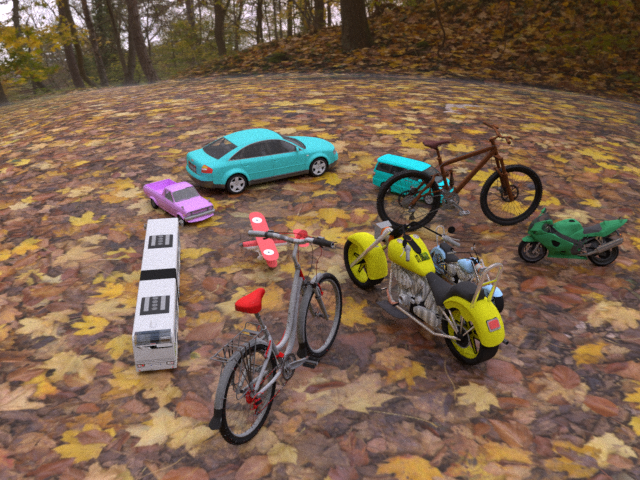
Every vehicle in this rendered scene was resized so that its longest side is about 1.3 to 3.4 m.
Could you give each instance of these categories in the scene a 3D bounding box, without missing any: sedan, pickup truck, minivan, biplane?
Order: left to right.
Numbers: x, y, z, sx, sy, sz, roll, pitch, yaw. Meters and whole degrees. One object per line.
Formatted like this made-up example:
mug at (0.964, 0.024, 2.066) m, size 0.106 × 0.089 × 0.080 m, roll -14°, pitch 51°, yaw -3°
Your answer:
pickup truck at (-2.526, -0.752, 12.435) m, size 0.640 × 0.511 × 1.603 m, roll -20°, pitch 32°, yaw -35°
sedan at (-1.095, -1.699, 13.888) m, size 3.137 × 0.940 × 1.235 m, roll -14°, pitch 29°, yaw -27°
biplane at (-0.713, 0.039, 10.820) m, size 1.090 × 0.504 × 1.336 m, roll -7°, pitch 27°, yaw -14°
minivan at (1.755, -1.149, 13.131) m, size 1.548 × 0.616 × 0.681 m, roll 18°, pitch 31°, yaw 33°

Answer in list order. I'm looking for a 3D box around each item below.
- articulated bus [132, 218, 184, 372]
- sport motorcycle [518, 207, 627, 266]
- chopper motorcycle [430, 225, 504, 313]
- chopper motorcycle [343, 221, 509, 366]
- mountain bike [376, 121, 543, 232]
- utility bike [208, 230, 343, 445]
articulated bus at (-2.186, 0.601, 9.600) m, size 0.605 × 0.561 × 3.401 m, roll -4°, pitch 26°, yaw -8°
sport motorcycle at (3.783, -0.008, 10.554) m, size 1.520 × 0.821 × 0.506 m, roll 2°, pitch 26°, yaw 5°
chopper motorcycle at (2.035, 0.410, 9.764) m, size 0.466 × 0.761 × 1.563 m, roll -12°, pitch 28°, yaw -23°
chopper motorcycle at (1.215, 0.405, 8.955) m, size 0.906 × 1.480 × 3.040 m, roll -14°, pitch 29°, yaw -27°
mountain bike at (2.341, -0.963, 11.524) m, size 2.857 × 1.688 × 1.114 m, roll -4°, pitch 26°, yaw -7°
utility bike at (-0.475, 0.874, 7.582) m, size 1.039 × 1.839 × 2.791 m, roll 13°, pitch 29°, yaw 24°
